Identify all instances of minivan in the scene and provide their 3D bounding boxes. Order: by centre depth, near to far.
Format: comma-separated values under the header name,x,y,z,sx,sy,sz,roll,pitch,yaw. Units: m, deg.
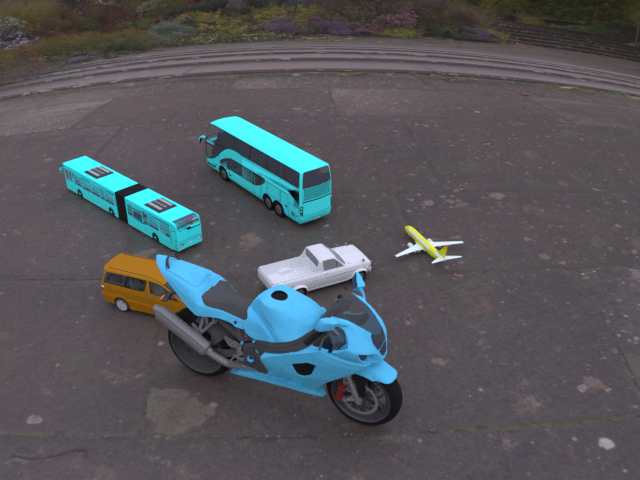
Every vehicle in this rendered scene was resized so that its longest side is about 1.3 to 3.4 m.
name,x,y,z,sx,sy,sz,roll,pitch,yaw
minivan,-2.161,0.649,9.420,1.548,0.616,0.681,11,32,18

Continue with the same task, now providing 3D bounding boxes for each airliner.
name,x,y,z,sx,sy,sz,roll,pitch,yaw
airliner,1.623,-0.014,10.751,1.161,0.429,1.307,-11,32,-18

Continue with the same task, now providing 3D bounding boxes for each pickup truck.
name,x,y,z,sx,sy,sz,roll,pitch,yaw
pickup truck,-0.069,0.389,9.974,1.603,0.511,0.640,-14,33,-23

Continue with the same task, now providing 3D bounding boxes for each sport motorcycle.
name,x,y,z,sx,sy,sz,roll,pitch,yaw
sport motorcycle,-0.486,1.082,7.695,2.955,1.596,0.983,13,32,21

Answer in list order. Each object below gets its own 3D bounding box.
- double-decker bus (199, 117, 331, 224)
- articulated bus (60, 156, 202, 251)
name,x,y,z,sx,sy,sz,roll,pitch,yaw
double-decker bus,-1.020,-1.324,12.391,0.756,1.052,3.251,-21,36,-32
articulated bus,-3.232,-0.670,11.752,3.401,0.561,0.605,25,39,36
